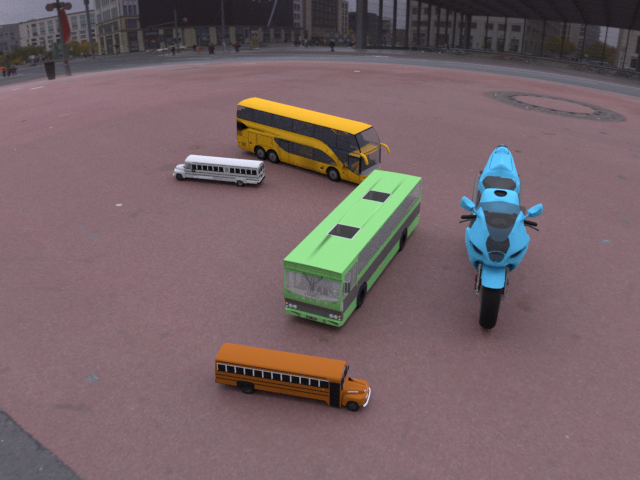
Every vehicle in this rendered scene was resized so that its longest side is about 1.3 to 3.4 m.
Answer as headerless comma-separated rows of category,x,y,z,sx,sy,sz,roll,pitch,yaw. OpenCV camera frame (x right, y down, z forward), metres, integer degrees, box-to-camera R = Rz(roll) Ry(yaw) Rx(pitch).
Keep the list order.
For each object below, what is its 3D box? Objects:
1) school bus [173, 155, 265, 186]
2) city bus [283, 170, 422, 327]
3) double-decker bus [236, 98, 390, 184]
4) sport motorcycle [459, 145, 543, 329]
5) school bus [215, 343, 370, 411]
school bus,-1.879,-1.287,12.887,1.708,0.434,0.365,6,29,12
city bus,0.566,0.022,9.946,0.926,0.894,3.255,12,30,21
double-decker bus,-0.235,-1.910,13.399,3.251,1.052,0.756,20,34,32
sport motorcycle,2.372,-0.122,9.470,0.983,1.596,2.955,6,29,12
school bus,-0.297,1.491,7.682,1.708,0.434,0.365,7,29,12
